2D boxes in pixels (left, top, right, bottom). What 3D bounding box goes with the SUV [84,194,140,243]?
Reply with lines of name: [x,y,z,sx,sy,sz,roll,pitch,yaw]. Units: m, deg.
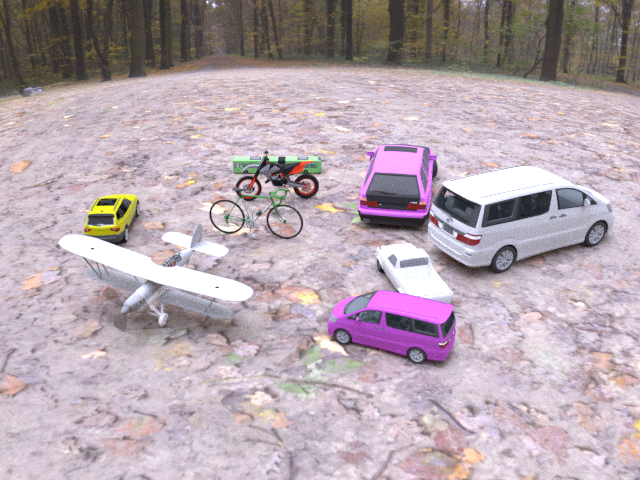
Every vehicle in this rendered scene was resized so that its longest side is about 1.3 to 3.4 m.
SUV: [-3.368,-0.436,11.340,0.656,0.580,1.572,-1,27,-2]

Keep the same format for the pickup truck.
pickup truck: [1.274,0.440,9.666,0.640,0.511,1.603,-6,27,-12]

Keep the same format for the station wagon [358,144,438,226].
station wagon: [1.428,-1.220,12.528,1.327,0.920,3.105,5,27,9]

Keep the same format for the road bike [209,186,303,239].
road bike: [-1.021,-0.442,11.049,1.545,0.852,0.358,5,27,10]

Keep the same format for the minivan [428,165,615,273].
minivan: [3.152,-0.454,10.686,3.011,1.197,1.324,-13,29,-24]

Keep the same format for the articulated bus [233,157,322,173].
articulated bus: [-0.844,-1.477,13.747,1.749,0.289,0.311,0,27,0]

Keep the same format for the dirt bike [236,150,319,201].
dirt bike: [-0.757,-1.108,12.374,1.493,0.857,0.527,-3,27,-6]

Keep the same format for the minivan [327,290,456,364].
minivan: [0.850,0.978,8.471,1.548,0.616,0.681,11,29,22]

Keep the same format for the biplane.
biplane: [-1.971,0.446,9.128,2.598,0.981,2.120,8,28,16]
